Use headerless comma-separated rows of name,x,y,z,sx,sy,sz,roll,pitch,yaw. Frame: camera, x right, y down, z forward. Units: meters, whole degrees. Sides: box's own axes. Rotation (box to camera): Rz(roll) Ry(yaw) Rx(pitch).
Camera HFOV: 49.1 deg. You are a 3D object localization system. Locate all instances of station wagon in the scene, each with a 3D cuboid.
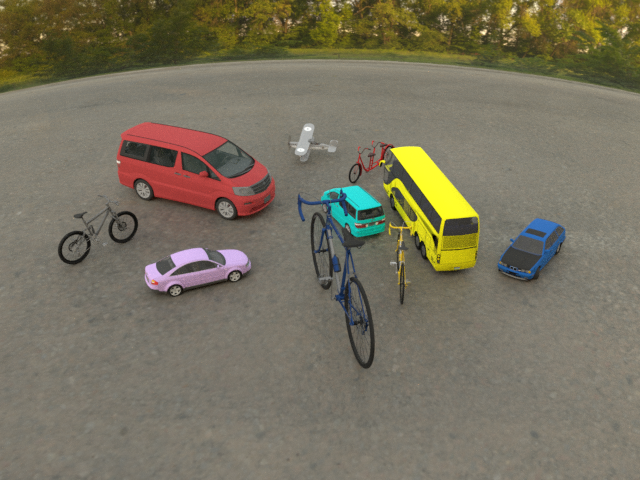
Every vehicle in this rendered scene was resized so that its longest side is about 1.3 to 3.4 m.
station wagon,3.396,0.100,11.172,0.682,0.473,1.597,20,35,31

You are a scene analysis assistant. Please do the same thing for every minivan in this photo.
minivan,-2.297,-1.329,12.980,3.011,1.197,1.324,13,32,22
minivan,0.553,-0.598,12.271,0.681,0.616,1.548,-12,32,-21

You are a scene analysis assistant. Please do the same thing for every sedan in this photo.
sedan,-1.841,0.403,10.622,1.613,0.483,0.635,-13,32,-21

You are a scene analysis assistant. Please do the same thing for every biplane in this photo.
biplane,-0.162,-2.002,14.887,1.090,0.504,1.336,4,30,8

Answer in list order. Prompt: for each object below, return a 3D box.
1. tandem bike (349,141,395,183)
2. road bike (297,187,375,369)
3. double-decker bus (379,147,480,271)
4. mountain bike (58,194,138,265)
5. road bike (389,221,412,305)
tandem bike,1.063,-1.669,14.113,0.283,0.682,1.642,20,35,32
road bike,0.253,0.384,9.458,0.696,1.656,3.004,-7,30,-13
double-decker bus,1.795,-0.652,11.921,0.756,1.052,3.251,-5,30,-9
mountain bike,-3.569,-0.181,11.269,0.573,0.868,1.469,23,37,35
road bike,1.208,0.290,10.447,0.358,0.852,1.545,1,29,2
